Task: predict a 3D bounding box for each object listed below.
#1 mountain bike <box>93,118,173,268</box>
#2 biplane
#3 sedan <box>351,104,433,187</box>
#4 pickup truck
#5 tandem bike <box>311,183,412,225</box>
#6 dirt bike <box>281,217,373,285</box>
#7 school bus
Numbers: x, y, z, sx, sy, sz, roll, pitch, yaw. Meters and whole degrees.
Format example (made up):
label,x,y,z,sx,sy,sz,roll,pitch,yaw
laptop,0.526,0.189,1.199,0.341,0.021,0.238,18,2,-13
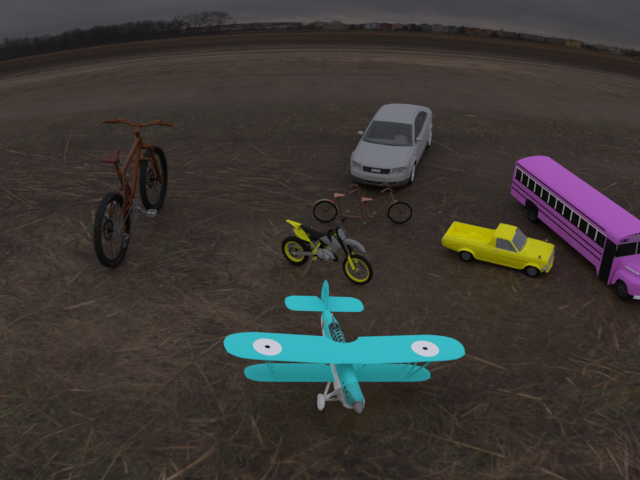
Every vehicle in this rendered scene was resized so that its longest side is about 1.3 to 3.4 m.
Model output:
label,x,y,z,sx,sy,sz,roll,pitch,yaw
mountain bike,-2.861,-0.837,10.697,1.114,1.688,2.857,4,30,7
biplane,0.244,1.211,7.825,2.598,0.981,2.120,-5,30,-9
sedan,1.420,-1.967,13.430,1.235,0.940,3.137,9,31,15
pickup truck,2.627,0.059,10.316,1.603,0.511,0.640,14,33,23
tandem bike,0.668,-0.571,11.246,1.642,0.682,0.283,1,30,2
dirt bike,0.086,0.115,9.868,1.493,0.857,0.527,16,34,26
school bus,4.007,-0.261,10.540,0.709,0.844,3.322,-8,31,-14
